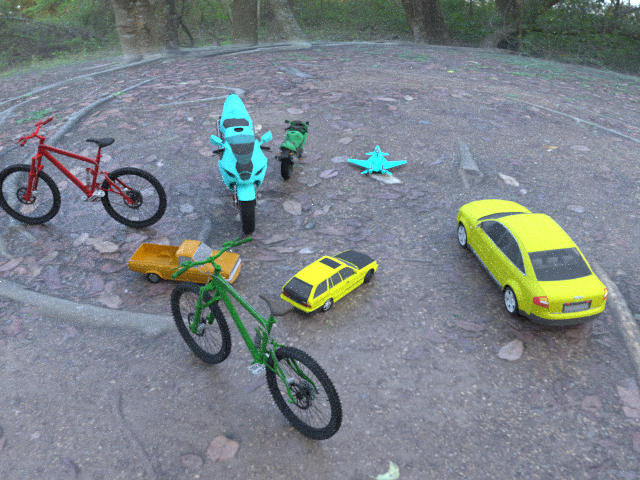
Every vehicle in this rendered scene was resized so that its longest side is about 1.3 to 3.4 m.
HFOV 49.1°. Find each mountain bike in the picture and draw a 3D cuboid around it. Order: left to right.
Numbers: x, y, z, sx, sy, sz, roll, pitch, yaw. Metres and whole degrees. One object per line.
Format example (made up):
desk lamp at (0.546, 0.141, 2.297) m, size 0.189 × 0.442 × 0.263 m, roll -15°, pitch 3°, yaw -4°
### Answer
mountain bike at (-3.912, -0.972, 11.287) m, size 2.857 × 1.688 × 1.114 m, roll 2°, pitch 31°, yaw 3°
mountain bike at (-0.821, 1.066, 7.861) m, size 2.857 × 1.688 × 1.114 m, roll 26°, pitch 40°, yaw 37°

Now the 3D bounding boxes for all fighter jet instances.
fighter jet at (1.134, -1.676, 13.842) m, size 1.147 × 0.286 × 1.358 m, roll 2°, pitch 31°, yaw 4°

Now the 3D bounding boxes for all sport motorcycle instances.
sport motorcycle at (-1.369, -1.371, 12.048) m, size 0.983 × 1.596 × 2.955 m, roll -5°, pitch 31°, yaw -8°
sport motorcycle at (-0.521, -1.775, 13.486) m, size 0.506 × 0.821 × 1.520 m, roll 6°, pitch 31°, yaw 10°

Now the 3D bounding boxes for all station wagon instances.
station wagon at (0.168, 0.509, 9.985) m, size 0.682 × 0.473 × 1.597 m, roll 24°, pitch 38°, yaw 35°

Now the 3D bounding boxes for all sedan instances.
sedan at (2.971, 0.101, 10.215) m, size 1.235 × 0.940 × 3.137 m, roll -6°, pitch 31°, yaw -10°

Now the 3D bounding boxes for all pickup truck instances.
pickup truck at (-1.986, 0.305, 10.292) m, size 1.603 × 0.511 × 0.640 m, roll 6°, pitch 31°, yaw 9°
